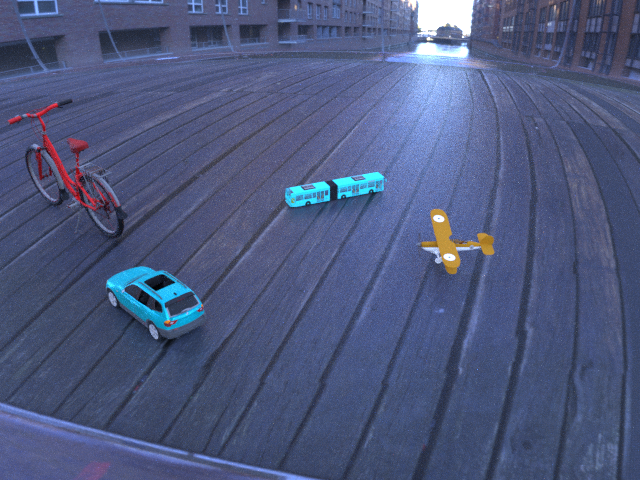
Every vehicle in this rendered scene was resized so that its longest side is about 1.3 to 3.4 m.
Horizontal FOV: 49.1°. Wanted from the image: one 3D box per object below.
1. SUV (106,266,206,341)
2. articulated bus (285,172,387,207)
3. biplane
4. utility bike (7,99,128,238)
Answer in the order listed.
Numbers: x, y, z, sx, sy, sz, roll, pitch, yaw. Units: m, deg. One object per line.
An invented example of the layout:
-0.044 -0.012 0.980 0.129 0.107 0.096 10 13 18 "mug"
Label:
-2.069 0.685 8.706 0.656 0.580 1.572 -25 37 -37 "SUV"
0.274 -0.852 11.810 1.749 0.289 0.311 -12 31 -21 "articulated bus"
1.908 0.081 9.885 1.090 0.504 1.336 -1 29 -1 "biplane"
-3.887 -1.061 10.579 2.791 1.839 1.039 23 36 36 "utility bike"
